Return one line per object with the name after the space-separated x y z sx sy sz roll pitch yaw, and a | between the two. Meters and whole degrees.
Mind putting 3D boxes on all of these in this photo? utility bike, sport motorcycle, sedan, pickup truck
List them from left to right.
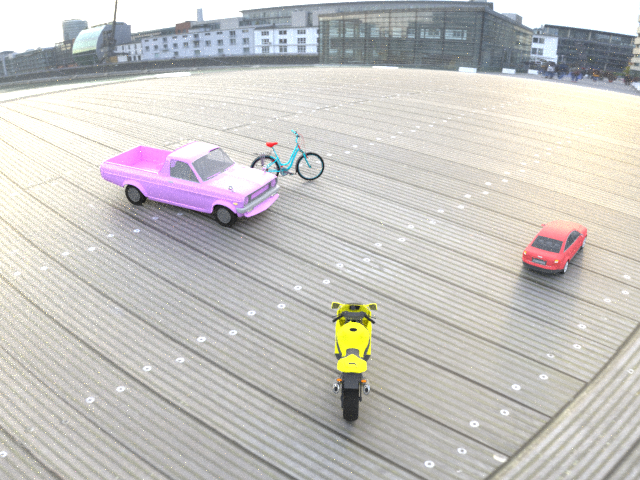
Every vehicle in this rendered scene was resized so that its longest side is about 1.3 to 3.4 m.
-2.258 -1.114 11.999 3.117 0.993 1.244 13 30 25 | pickup truck
-0.631 -1.525 12.867 1.435 0.946 0.535 -5 27 -10 | utility bike
0.351 1.235 7.525 0.506 0.821 1.520 2 27 3 | sport motorcycle
3.493 0.014 10.325 0.635 0.483 1.613 17 31 30 | sedan
